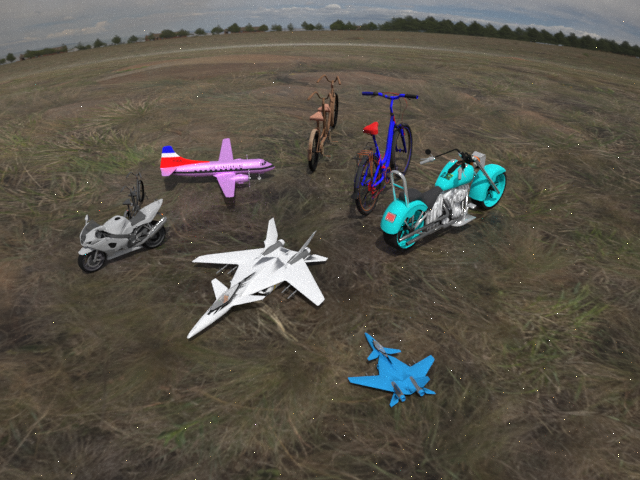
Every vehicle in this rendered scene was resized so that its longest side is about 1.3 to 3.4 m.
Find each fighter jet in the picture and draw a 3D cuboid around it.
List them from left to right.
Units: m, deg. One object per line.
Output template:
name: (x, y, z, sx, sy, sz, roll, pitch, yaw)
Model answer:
fighter jet: (-1.040, 0.547, 9.946, 2.229, 0.557, 2.640, 17, 34, 26)
fighter jet: (0.845, 1.466, 8.646, 1.147, 0.286, 1.358, -11, 32, -18)

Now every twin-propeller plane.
twin-propeller plane: (-1.913, -1.440, 13.102, 2.129, 0.792, 2.663, -4, 31, -7)

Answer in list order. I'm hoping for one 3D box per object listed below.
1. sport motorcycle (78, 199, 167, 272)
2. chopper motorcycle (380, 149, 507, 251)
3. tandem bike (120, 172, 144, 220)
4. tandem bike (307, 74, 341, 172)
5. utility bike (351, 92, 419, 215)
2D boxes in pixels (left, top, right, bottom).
sport motorcycle: (-3.033, -0.072, 10.741, 1.520, 0.821, 0.506, -26, 39, -36)
chopper motorcycle: (2.122, -0.836, 11.393, 3.040, 1.480, 0.906, -25, 39, -36)
tandem bike: (-3.183, -0.683, 11.920, 0.283, 0.682, 1.642, -1, 30, -2)
tandem bike: (0.087, -2.517, 14.411, 0.550, 1.326, 3.192, 5, 31, 9)
utility bike: (1.071, -1.659, 12.442, 1.039, 1.839, 2.791, 14, 33, 22)
